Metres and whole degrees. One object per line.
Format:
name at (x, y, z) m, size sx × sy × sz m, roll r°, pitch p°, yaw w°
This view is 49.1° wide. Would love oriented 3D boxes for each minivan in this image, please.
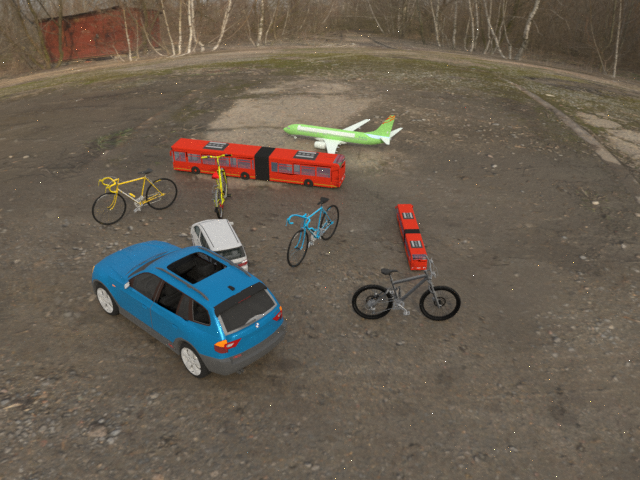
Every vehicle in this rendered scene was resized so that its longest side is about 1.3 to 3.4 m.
minivan at (-1.583, 0.037, 10.787) m, size 0.681 × 0.616 × 1.548 m, roll -11°, pitch 32°, yaw -18°

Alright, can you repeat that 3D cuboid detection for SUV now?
SUV at (-1.804, 0.669, 9.198) m, size 3.058 × 1.128 × 1.276 m, roll 25°, pitch 39°, yaw 36°

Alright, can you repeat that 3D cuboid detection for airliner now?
airliner at (0.380, -2.369, 14.687) m, size 2.541 × 0.835 × 2.257 m, roll 12°, pitch 32°, yaw 19°

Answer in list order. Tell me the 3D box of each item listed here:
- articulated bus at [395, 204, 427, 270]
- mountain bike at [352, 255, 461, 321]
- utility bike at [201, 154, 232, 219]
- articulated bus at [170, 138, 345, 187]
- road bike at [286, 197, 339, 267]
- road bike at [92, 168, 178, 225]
articulated bus at (1.470, -0.076, 11.306) m, size 0.311 × 0.289 × 1.749 m, roll -1°, pitch 30°, yaw -1°
mountain bike at (1.163, 0.717, 9.375) m, size 1.469 × 0.868 × 0.573 m, roll 1°, pitch 30°, yaw 2°
utility bike at (-1.792, -0.987, 12.213) m, size 0.535 × 0.946 × 1.435 m, roll -1°, pitch 30°, yaw -1°
articulated bus at (-1.220, -1.487, 13.450) m, size 3.401 × 0.561 × 0.605 m, roll 7°, pitch 31°, yaw 13°
road bike at (-0.088, -0.187, 10.937) m, size 0.358 × 0.852 × 1.545 m, roll 17°, pitch 34°, yaw 27°
road bike at (-3.155, -0.775, 11.943) m, size 1.545 × 0.852 × 0.358 m, roll -20°, pitch 36°, yaw -30°
